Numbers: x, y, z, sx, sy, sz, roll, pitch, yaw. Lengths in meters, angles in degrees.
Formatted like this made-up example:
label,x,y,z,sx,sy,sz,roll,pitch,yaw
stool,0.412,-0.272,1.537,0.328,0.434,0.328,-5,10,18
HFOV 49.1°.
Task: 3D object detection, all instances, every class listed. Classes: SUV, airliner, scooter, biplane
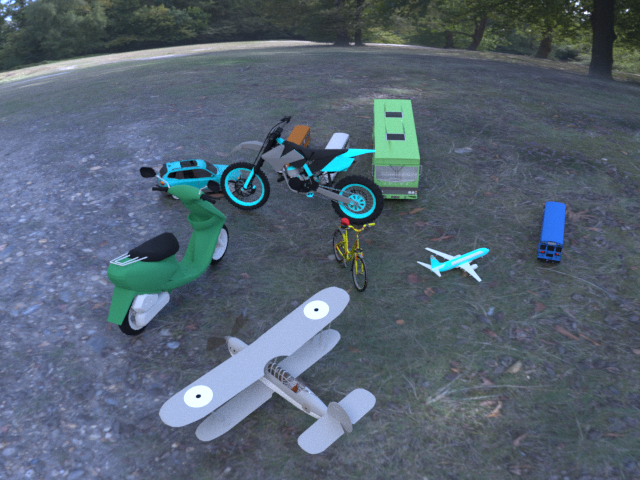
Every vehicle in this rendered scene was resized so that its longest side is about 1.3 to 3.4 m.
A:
label,x,y,z,sx,sy,sz,roll,pitch,yaw
SUV,-2.222,-1.181,12.971,1.572,0.580,0.656,-8,31,-13
airliner,2.125,0.239,10.639,1.307,0.429,1.161,-19,35,-30
scooter,-2.032,0.025,9.647,1.288,1.786,2.721,13,32,21
biplane,-0.433,1.586,7.726,2.598,0.981,2.120,-25,38,-37

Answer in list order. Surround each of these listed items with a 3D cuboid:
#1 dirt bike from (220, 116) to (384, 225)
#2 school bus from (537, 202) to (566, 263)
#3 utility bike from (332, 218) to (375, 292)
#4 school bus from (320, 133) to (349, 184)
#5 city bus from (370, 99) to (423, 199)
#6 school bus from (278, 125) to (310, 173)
label,x,y,z,sx,sy,sz,roll,pitch,yaw
dirt bike,-0.342,-1.116,11.763,2.903,1.666,1.024,7,31,13
school bus,3.776,-0.184,11.374,0.365,0.434,1.708,9,31,16
utility bike,0.482,0.090,10.380,0.535,0.946,1.435,-9,31,-16
school bus,0.257,-1.630,13.904,0.365,0.434,1.708,7,30,11
city bus,1.447,-1.828,13.787,0.926,0.894,3.255,2,30,3
school bus,-0.528,-1.842,14.275,0.365,0.434,1.708,5,30,9
